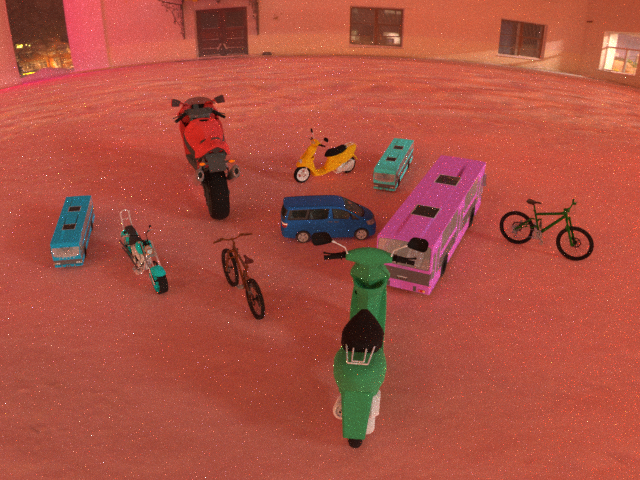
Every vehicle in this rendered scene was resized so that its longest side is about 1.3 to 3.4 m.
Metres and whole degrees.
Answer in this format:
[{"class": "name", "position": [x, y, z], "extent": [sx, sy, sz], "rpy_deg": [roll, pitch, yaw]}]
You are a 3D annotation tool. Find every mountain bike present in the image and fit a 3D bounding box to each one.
[{"class": "mountain bike", "position": [-1.067, 0.451, 9.538], "extent": [0.573, 0.868, 1.469], "rpy_deg": [-14, 32, -24]}, {"class": "mountain bike", "position": [3.473, -0.204, 10.731], "extent": [1.469, 0.868, 0.573], "rpy_deg": [19, 34, 30]}]

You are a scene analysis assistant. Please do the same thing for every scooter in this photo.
[{"class": "scooter", "position": [0.123, -1.614, 13.245], "extent": [1.399, 0.919, 0.662], "rpy_deg": [-15, 32, -25]}, {"class": "scooter", "position": [0.503, 0.883, 7.797], "extent": [1.288, 1.786, 2.721], "rpy_deg": [4, 29, 6]}]

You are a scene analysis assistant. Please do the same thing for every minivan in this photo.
[{"class": "minivan", "position": [0.136, -0.374, 11.302], "extent": [1.548, 0.616, 0.681], "rpy_deg": [-3, 29, -5]}]

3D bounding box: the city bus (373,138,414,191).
[{"class": "city bus", "position": [1.422, -1.445, 13.414], "extent": [0.476, 0.460, 1.674], "rpy_deg": [9, 30, 16]}]

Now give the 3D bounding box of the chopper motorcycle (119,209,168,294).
[{"class": "chopper motorcycle", "position": [-2.577, 0.159, 10.181], "extent": [0.466, 0.761, 1.563], "rpy_deg": [-17, 33, -28]}]

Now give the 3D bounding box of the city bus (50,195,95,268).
[{"class": "city bus", "position": [-3.878, -0.145, 11.048], "extent": [0.476, 0.460, 1.674], "rpy_deg": [-5, 29, -8]}]

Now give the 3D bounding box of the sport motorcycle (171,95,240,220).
[{"class": "sport motorcycle", "position": [-2.002, -1.538, 12.404], "extent": [0.983, 1.596, 2.955], "rpy_deg": [-8, 30, -14]}]

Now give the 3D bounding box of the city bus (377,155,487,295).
[{"class": "city bus", "position": [1.793, -0.302, 10.881], "extent": [0.926, 0.894, 3.255], "rpy_deg": [12, 31, 21]}]
